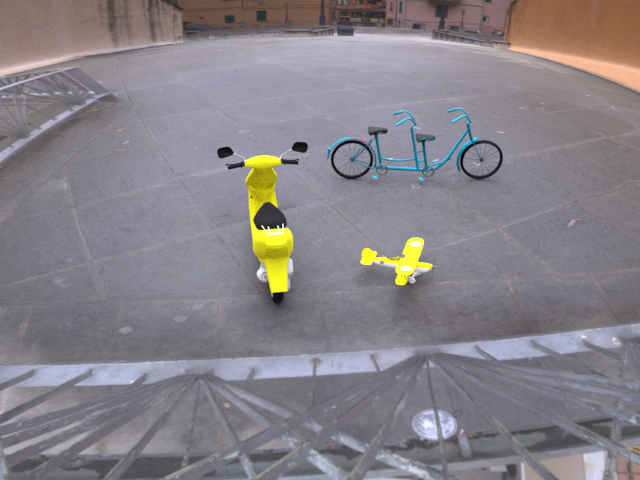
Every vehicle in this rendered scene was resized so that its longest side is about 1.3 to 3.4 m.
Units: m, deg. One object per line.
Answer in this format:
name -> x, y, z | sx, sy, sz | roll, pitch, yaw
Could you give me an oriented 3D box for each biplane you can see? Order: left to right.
biplane -> 1.135, 0.319, 10.083 | 1.090, 0.504, 1.336 | 8, 32, 13

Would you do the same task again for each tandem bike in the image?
tandem bike -> 1.719, -1.692, 12.578 | 3.192, 1.326, 0.550 | 0, 32, 1

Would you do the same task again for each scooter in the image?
scooter -> -0.755, -0.419, 10.061 | 1.288, 1.786, 2.721 | -5, 32, -8
